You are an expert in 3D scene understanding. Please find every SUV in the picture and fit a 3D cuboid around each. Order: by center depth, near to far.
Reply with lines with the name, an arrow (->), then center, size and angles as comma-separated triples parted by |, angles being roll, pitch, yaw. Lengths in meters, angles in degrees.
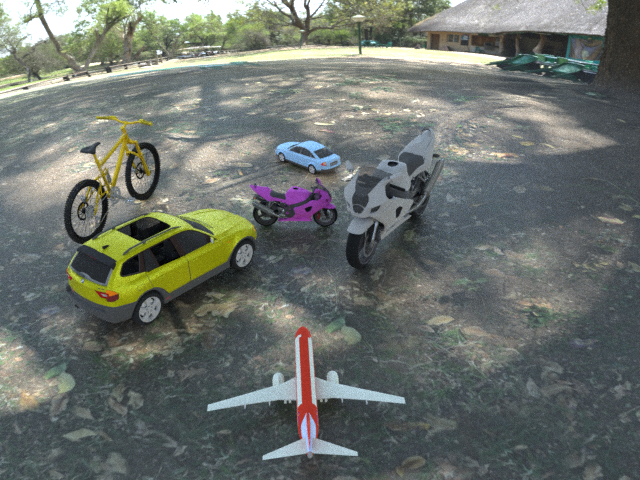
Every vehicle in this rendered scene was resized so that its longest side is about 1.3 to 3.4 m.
SUV -> -2.263, 0.162, 10.424 | 1.276, 1.128, 3.058 | 21, 35, 33

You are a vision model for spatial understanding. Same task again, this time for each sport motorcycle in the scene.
sport motorcycle -> 1.202, -0.733, 11.560 | 0.983, 1.596, 2.955 | 16, 33, 26
sport motorcycle -> -0.450, -0.614, 12.145 | 1.520, 0.821, 0.506 | 1, 29, 2

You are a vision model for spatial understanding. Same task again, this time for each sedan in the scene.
sedan -> -0.274, -1.812, 14.660 | 1.613, 0.483, 0.635 | 26, 38, 38

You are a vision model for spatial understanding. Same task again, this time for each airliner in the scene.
airliner -> -0.166, 1.577, 8.168 | 2.257, 0.835, 2.541 | -2, 29, -3

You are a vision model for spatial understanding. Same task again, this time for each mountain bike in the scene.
mountain bike -> -3.576, -1.137, 12.195 | 1.114, 1.688, 2.857 | 9, 30, 16
